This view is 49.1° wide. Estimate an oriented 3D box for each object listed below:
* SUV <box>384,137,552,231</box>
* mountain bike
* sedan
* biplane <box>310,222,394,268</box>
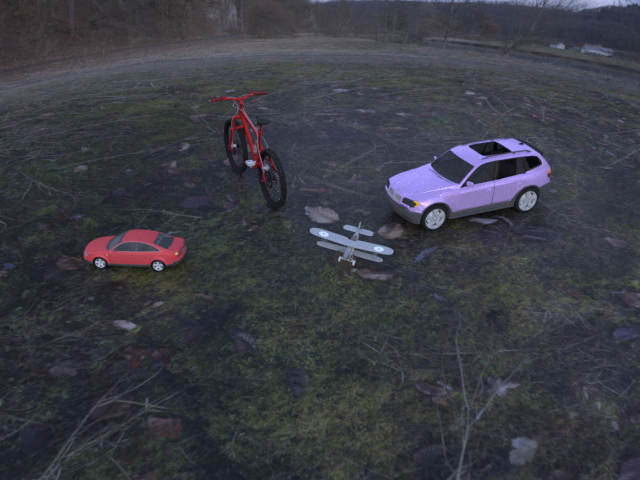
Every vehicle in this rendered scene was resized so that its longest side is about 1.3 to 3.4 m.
[{"bbox_3d":[2.658,-1.088,12.511,3.058,1.128,1.276,-11,31,-19],"label":"SUV"},{"bbox_3d":[-1.267,-1.747,13.108,1.114,1.688,2.857,-14,32,-24],"label":"mountain bike"},{"bbox_3d":[-2.924,0.119,11.032,1.613,0.483,0.635,2,30,4],"label":"sedan"},{"bbox_3d":[0.533,0.063,11.110,1.336,0.504,1.090,8,30,13],"label":"biplane"}]
